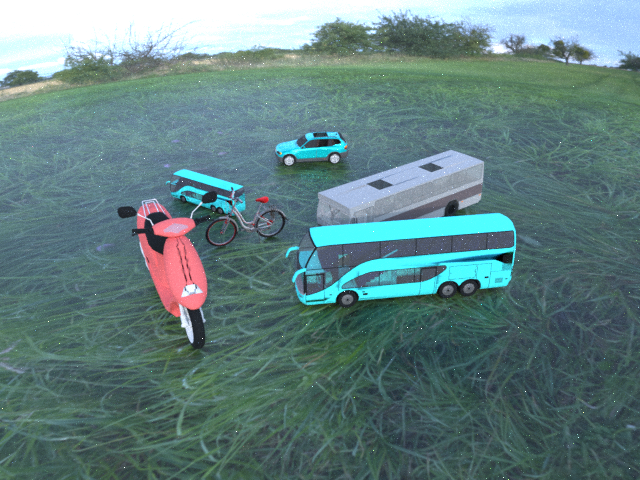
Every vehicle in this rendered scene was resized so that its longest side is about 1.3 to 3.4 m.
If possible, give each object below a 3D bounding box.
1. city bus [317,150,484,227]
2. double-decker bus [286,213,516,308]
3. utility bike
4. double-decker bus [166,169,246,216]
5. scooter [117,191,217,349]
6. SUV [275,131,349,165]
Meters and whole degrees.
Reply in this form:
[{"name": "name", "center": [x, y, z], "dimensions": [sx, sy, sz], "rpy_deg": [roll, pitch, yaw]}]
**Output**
[{"name": "city bus", "center": [1.453, -0.694, 12.107], "dimensions": [3.255, 0.894, 0.926], "rpy_deg": [-20, 34, -34]}, {"name": "double-decker bus", "center": [1.165, 0.281, 10.055], "dimensions": [3.251, 1.052, 0.756], "rpy_deg": [-5, 28, -9]}, {"name": "utility bike", "center": [-1.170, -0.364, 11.413], "dimensions": [1.435, 0.946, 0.535], "rpy_deg": [-11, 29, -21]}, {"name": "double-decker bus", "center": [-2.100, -0.887, 12.863], "dimensions": [1.672, 0.541, 0.389], "rpy_deg": [18, 32, 30]}, {"name": "scooter", "center": [-2.049, 0.141, 9.526], "dimensions": [1.288, 1.786, 2.721], "rpy_deg": [-12, 30, -22]}, {"name": "SUV", "center": [-0.179, -1.976, 14.922], "dimensions": [1.572, 0.580, 0.656], "rpy_deg": [-3, 28, -7]}]
